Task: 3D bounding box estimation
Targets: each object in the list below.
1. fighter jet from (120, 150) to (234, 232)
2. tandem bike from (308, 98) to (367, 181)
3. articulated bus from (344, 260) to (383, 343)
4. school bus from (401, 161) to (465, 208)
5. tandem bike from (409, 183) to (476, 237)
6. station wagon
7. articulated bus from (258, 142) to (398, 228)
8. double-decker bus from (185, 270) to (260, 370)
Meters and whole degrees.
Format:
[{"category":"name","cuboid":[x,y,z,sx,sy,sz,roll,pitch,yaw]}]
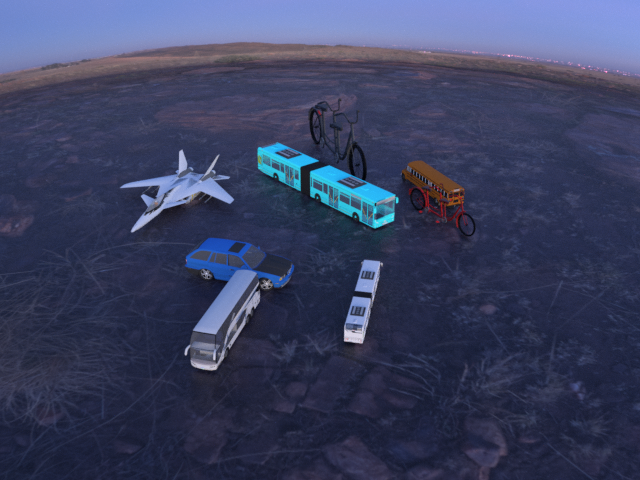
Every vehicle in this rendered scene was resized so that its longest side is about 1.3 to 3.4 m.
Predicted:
[{"category":"fighter jet","cuboid":[-2.679,-0.872,12.479,2.229,0.557,2.640,9,29,16]},{"category":"tandem bike","cuboid":[0.309,-2.193,14.130,0.550,1.326,3.192,-10,30,-17]},{"category":"articulated bus","cuboid":[0.599,0.808,9.630,0.311,0.289,1.749,5,29,10]},{"category":"school bus","cuboid":[2.051,-1.071,12.981,0.365,0.434,1.708,-12,30,-21]},{"category":"tandem bike","cuboid":[2.057,-0.614,11.868,0.283,0.682,1.642,-18,33,-30]},{"category":"station wagon","cuboid":[-1.180,0.317,10.351,1.597,0.473,0.682,9,29,16]},{"category":"articulated bus","cuboid":[0.031,-1.064,12.833,0.605,0.561,3.401,-22,35,-35]},{"category":"double-decker bus","cuboid":[-1.202,1.012,8.984,0.389,0.541,1.672,7,29,13]}]
